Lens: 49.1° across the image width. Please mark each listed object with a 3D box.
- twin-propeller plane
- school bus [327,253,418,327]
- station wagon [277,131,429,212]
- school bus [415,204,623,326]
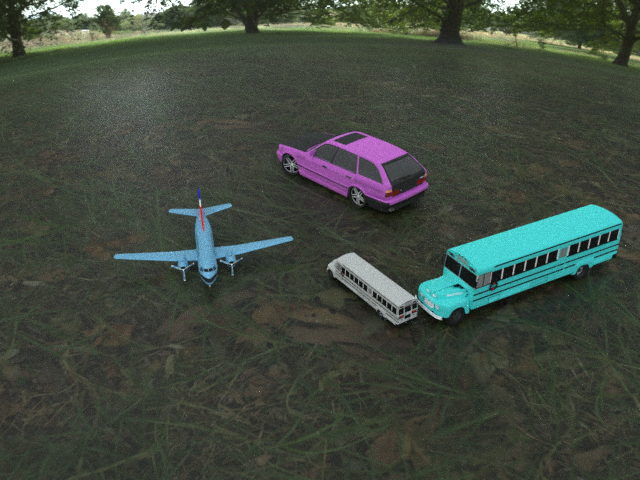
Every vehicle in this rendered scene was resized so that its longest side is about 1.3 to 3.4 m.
[{"bbox_3d":[-1.758,-0.036,10.634,2.663,0.792,2.129,-6,31,-10],"label":"twin-propeller plane"},{"bbox_3d":[0.689,0.633,9.854,0.365,0.434,1.708,-19,35,-29],"label":"school bus"},{"bbox_3d":[0.510,-1.480,12.949,1.327,0.920,3.105,-25,39,-36],"label":"station wagon"},{"bbox_3d":[2.867,0.306,10.004,3.322,0.844,0.709,-16,34,-25],"label":"school bus"}]
